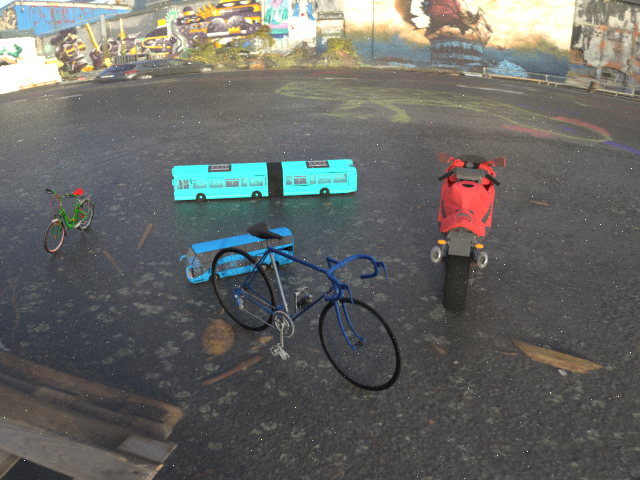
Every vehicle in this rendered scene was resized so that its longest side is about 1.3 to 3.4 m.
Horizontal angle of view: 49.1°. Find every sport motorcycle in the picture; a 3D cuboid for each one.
[{"bbox_3d":[2.075,-0.217,10.088,0.983,1.596,2.955,6,28,12],"label":"sport motorcycle"}]

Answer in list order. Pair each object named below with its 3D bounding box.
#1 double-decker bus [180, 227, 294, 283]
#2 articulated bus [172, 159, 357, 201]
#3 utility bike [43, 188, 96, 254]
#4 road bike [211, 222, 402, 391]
[{"bbox_3d":[-1.205,0.230,10.374,1.672,0.541,0.389,-11,29,-21],"label":"double-decker bus"},{"bbox_3d":[-1.032,-1.123,13.016,3.401,0.561,0.605,-3,27,-6],"label":"articulated bus"},{"bbox_3d":[-3.973,-0.420,11.206,0.535,0.946,1.435,7,28,13],"label":"utility bike"},{"bbox_3d":[-0.275,0.682,8.253,3.004,1.656,0.696,21,34,35],"label":"road bike"}]
